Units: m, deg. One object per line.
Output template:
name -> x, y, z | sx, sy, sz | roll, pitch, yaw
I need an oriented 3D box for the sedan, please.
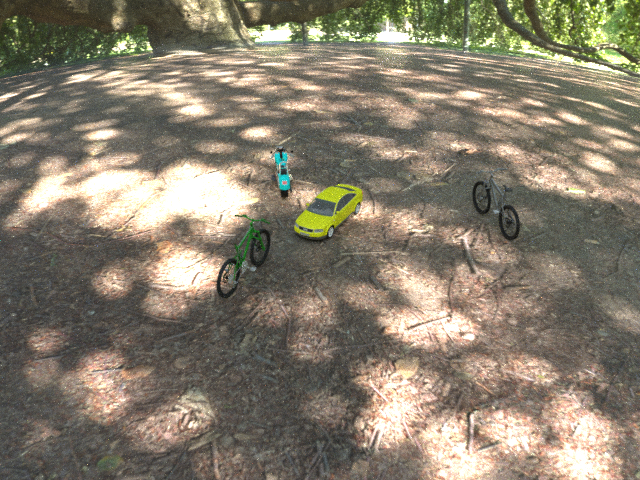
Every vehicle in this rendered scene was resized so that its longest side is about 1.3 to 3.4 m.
sedan -> 0.156, -0.524, 11.532 | 0.635, 0.483, 1.613 | 16, 34, 25

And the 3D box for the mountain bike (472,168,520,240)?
mountain bike -> 2.852, -0.628, 11.328 | 0.573, 0.868, 1.469 | -9, 31, -14

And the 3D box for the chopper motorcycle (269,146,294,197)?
chopper motorcycle -> -0.693, -1.354, 12.683 | 0.466, 0.761, 1.563 | -3, 30, -6

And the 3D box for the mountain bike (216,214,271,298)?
mountain bike -> -1.068, 0.185, 9.929 | 0.573, 0.868, 1.469 | 13, 33, 21
